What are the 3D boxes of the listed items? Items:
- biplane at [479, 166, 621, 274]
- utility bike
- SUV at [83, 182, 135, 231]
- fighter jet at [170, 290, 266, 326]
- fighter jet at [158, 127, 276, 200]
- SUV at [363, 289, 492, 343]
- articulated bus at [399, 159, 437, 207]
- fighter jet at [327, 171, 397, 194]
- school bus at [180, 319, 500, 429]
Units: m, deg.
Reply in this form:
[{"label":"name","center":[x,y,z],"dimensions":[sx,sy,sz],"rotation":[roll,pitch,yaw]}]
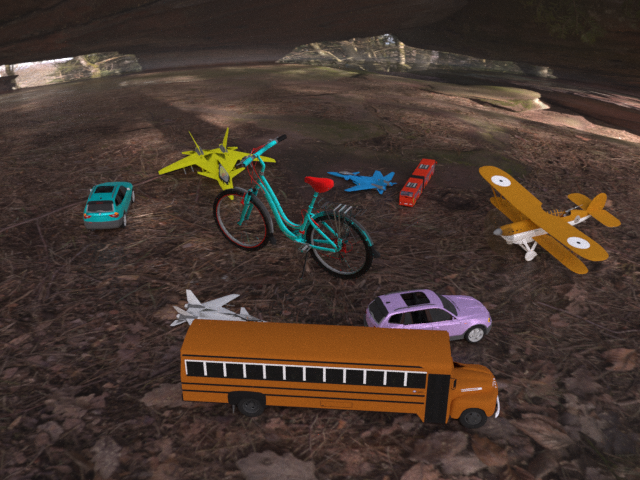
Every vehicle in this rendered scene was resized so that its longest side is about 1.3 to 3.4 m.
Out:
[{"label":"biplane","center":[3.462,-0.261,10.426],"dimensions":[2.120,0.981,2.598],"rotation":[-12,30,-22]},{"label":"utility bike","center":[-0.458,-0.394,9.753],"dimensions":[2.791,1.839,1.039],"rotation":[15,31,26]},{"label":"SUV","center":[-3.504,-0.662,11.628],"dimensions":[0.656,0.580,1.572],"rotation":[-3,28,-5]},{"label":"fighter jet","center":[-1.159,0.939,8.874],"dimensions":[1.358,0.286,1.147],"rotation":[7,28,13]},{"label":"fighter jet","center":[-1.888,-1.433,13.133],"dimensions":[2.229,0.557,2.640],"rotation":[-8,29,-15]},{"label":"SUV","center":[1.325,0.927,8.579],"dimensions":[1.572,0.580,0.656],"rotation":[-6,28,-12]},{"label":"articulated bus","center":[1.783,-1.059,12.706],"dimensions":[0.311,0.289,1.749],"rotation":[10,29,18]},{"label":"fighter jet","center":[0.701,-1.187,12.955],"dimensions":[1.358,0.286,1.147],"rotation":[17,32,30]},{"label":"school bus","center":[0.226,1.384,7.417],"dimensions":[3.322,0.844,0.709],"rotation":[2,28,4]}]
